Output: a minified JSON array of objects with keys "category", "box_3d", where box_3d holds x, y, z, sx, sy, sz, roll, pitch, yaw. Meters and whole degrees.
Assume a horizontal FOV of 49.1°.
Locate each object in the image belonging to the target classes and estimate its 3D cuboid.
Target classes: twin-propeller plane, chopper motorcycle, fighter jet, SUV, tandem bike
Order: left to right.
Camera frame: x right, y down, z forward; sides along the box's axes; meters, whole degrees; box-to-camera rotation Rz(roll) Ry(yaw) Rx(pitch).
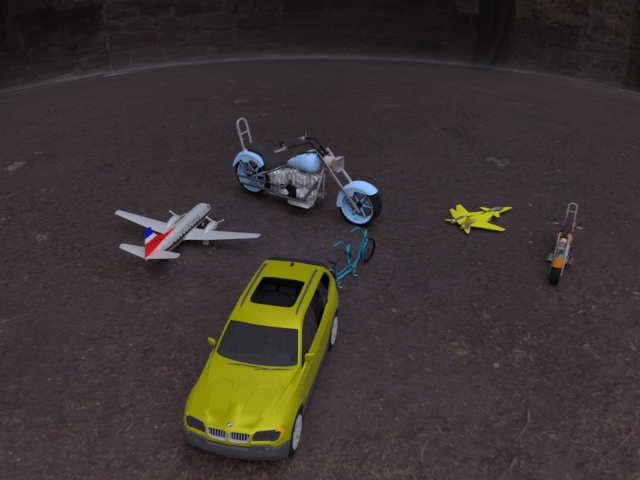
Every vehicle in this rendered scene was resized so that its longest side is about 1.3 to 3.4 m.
[{"category":"twin-propeller plane","box_3d":[-2.288,-0.240,11.398,2.663,0.792,2.129,9,30,17]},{"category":"SUV","box_3d":[-0.596,1.253,8.351,1.276,1.128,3.058,7,30,12]},{"category":"chopper motorcycle","box_3d":[-0.291,-1.228,12.475,3.040,1.480,0.906,16,33,27]},{"category":"tandem bike","box_3d":[0.420,0.283,10.567,0.283,0.682,1.642,18,34,29]},{"category":"fighter jet","box_3d":[2.919,-0.492,12.377,1.358,0.286,1.147,-17,33,-28]},{"category":"chopper motorcycle","box_3d":[3.800,0.043,10.919,0.466,0.761,1.563,12,31,21]}]
